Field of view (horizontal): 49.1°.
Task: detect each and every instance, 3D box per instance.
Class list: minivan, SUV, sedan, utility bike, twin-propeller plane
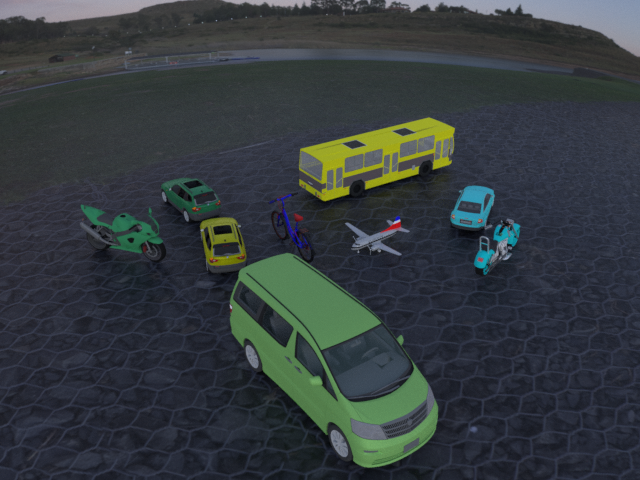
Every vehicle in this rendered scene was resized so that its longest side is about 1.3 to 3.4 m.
[{"bbox_3d":[0.088,1.304,8.306,1.324,1.197,3.011,-19,34,-31],"label":"minivan"},{"bbox_3d":[-2.367,-0.832,12.776,0.656,0.580,1.572,-18,34,-30],"label":"SUV"},{"bbox_3d":[-1.573,-0.008,11.297,0.656,0.580,1.572,-7,30,-12],"label":"SUV"},{"bbox_3d":[2.759,-0.655,12.558,0.635,0.483,1.613,10,31,18],"label":"sedan"},{"bbox_3d":[-0.495,-0.222,11.305,0.535,0.946,1.435,-16,33,-27],"label":"utility bike"},{"bbox_3d":[0.942,-0.082,11.607,1.095,0.407,1.370,-20,35,-32],"label":"twin-propeller plane"}]

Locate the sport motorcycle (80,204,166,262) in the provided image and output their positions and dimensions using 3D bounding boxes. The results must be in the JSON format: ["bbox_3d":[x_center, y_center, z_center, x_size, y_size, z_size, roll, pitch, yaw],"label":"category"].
[{"bbox_3d":[-3.155,-0.119,11.248,1.520,0.821,0.506,11,31,19],"label":"sport motorcycle"}]

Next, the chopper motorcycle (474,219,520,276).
[{"bbox_3d":[2.849,0.005,11.088,0.466,0.761,1.563,19,34,30],"label":"chopper motorcycle"}]

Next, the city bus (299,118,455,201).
[{"bbox_3d":[1.171,-1.595,13.824,3.255,0.894,0.926,-18,34,-29],"label":"city bus"}]
